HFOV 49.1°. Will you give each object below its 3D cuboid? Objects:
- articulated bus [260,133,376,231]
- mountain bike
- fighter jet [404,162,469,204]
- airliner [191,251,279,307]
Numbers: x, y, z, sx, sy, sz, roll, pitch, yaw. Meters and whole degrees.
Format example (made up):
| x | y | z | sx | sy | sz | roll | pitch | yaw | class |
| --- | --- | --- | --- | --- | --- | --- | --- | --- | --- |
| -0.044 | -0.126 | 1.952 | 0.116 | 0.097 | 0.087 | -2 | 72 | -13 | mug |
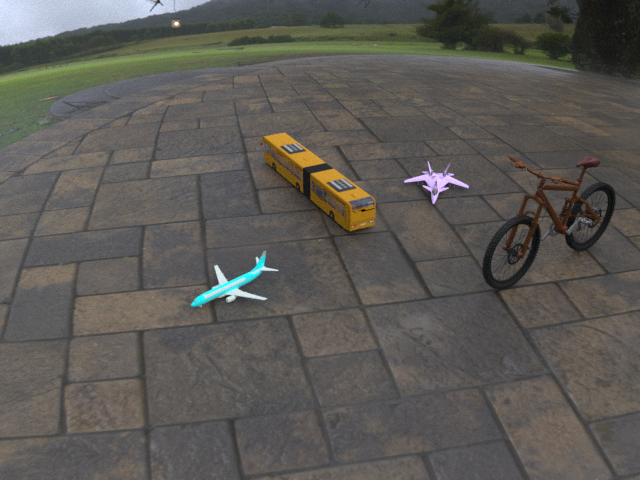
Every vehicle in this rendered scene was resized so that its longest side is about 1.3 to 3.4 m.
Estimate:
| x | y | z | sx | sy | sz | roll | pitch | yaw | class |
| --- | --- | --- | --- | --- | --- | --- | --- | --- | --- |
| -0.110 | -1.104 | 12.355 | 0.605 | 0.561 | 3.401 | -15 | 33 | -24 | articulated bus |
| 3.330 | -0.349 | 9.869 | 2.857 | 1.688 | 1.114 | -20 | 35 | -31 | mountain bike |
| 2.072 | -1.016 | 12.479 | 1.147 | 0.286 | 1.358 | 6 | 30 | 10 | fighter jet |
| -1.220 | 0.545 | 9.565 | 1.307 | 0.429 | 1.161 | -24 | 37 | -36 | airliner |
